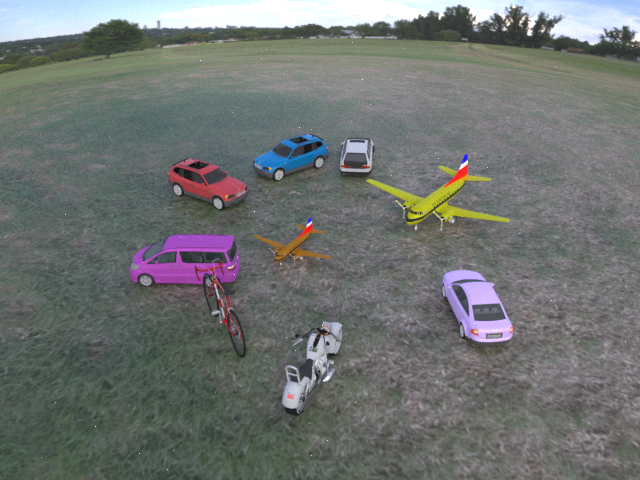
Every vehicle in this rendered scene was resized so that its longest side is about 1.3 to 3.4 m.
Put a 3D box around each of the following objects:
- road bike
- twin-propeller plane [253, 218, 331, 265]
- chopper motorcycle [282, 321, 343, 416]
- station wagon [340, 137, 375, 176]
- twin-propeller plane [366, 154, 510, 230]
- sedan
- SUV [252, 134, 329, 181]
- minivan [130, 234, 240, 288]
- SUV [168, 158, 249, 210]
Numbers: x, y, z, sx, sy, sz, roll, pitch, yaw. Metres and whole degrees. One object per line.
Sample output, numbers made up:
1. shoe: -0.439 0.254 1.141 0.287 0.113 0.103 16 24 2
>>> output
1. road bike: -1.224 0.821 8.788 0.358 0.852 1.545 -13 32 -23
2. twin-propeller plane: -0.389 0.030 10.686 1.370 0.407 1.095 16 32 26
3. chopper motorcycle: -0.046 1.319 7.978 0.466 0.761 1.563 10 31 18
4. station wagon: 0.735 -1.749 13.847 0.682 0.473 1.597 3 29 5
5. twin-propeller plane: 2.022 -0.806 11.806 2.663 0.792 2.129 20 34 31
6. sedan: 2.045 0.798 9.211 0.635 0.483 1.613 -3 29 -5
7. SUV: -0.558 -1.630 13.520 1.572 0.580 0.656 -21 35 -33
8. minivan: -1.948 0.273 10.028 1.548 0.616 0.681 1 29 2
9. SUV: -1.998 -1.033 12.435 1.572 0.580 0.656 19 34 30
